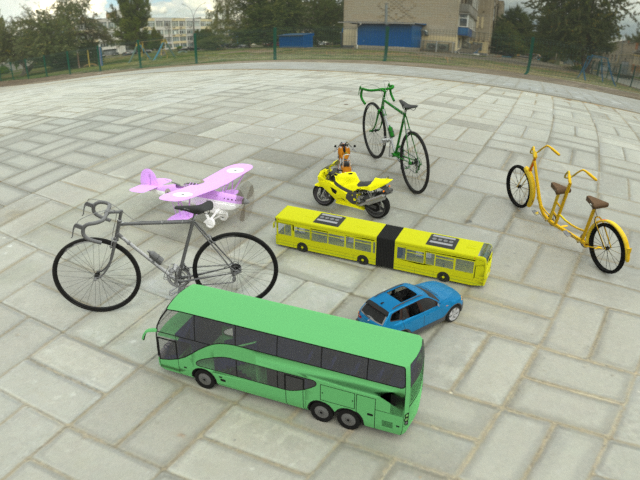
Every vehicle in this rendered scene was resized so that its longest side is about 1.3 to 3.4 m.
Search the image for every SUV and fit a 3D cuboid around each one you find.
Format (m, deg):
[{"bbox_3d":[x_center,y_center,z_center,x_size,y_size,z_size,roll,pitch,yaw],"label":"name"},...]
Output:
[{"bbox_3d":[1.207,0.879,9.242,1.572,0.580,0.656,-20,34,-32],"label":"SUV"}]

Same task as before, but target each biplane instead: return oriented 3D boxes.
[{"bbox_3d":[-2.126,-0.796,11.900,2.120,0.981,2.598,11,30,19],"label":"biplane"}]

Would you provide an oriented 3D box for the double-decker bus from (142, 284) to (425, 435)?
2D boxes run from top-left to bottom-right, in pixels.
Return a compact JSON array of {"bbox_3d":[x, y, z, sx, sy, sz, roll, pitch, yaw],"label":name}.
[{"bbox_3d":[-0.447,1.298,7.980,3.251,1.052,0.756,11,30,19],"label":"double-decker bus"}]

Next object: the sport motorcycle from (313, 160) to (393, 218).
[{"bbox_3d":[0.549,-0.868,12.201,1.520,0.821,0.506,14,32,24],"label":"sport motorcycle"}]

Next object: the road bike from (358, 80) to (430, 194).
[{"bbox_3d":[1.421,-2.049,13.496,0.697,1.656,3.004,-10,30,-17],"label":"road bike"}]

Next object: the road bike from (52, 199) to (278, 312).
[{"bbox_3d":[-2.066,0.224,9.321,3.004,1.656,0.696,-2,29,-4],"label":"road bike"}]

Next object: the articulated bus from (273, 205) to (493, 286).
[{"bbox_3d":[0.894,0.061,10.764,3.401,0.561,0.605,12,31,20],"label":"articulated bus"}]

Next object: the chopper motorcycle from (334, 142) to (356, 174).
[{"bbox_3d":[0.472,-1.568,13.548,0.466,0.761,1.563,-1,29,-2],"label":"chopper motorcycle"}]

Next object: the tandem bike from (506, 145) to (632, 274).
[{"bbox_3d":[3.904,-0.633,11.240,0.550,1.326,3.192,-9,30,-16],"label":"tandem bike"}]
